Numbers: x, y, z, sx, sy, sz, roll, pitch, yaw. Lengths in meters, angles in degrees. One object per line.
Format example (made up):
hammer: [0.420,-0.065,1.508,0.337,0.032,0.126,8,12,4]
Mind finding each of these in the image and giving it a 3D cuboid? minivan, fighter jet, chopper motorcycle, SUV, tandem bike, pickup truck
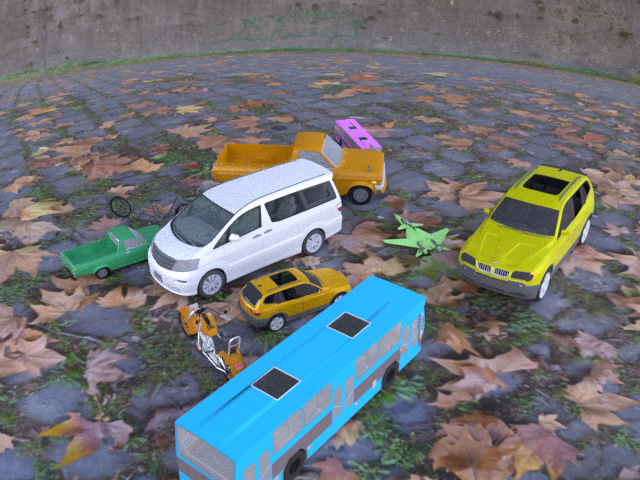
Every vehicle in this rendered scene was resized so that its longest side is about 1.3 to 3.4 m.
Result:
minivan: [-1.092,-0.239,10.408,3.011,1.197,1.324,-22,36,-34]
fighter jet: [1.507,-0.187,11.243,1.147,0.286,1.358,-10,31,-18]
chopper motorcycle: [-1.335,1.124,8.431,0.466,0.761,1.563,-19,34,-30]
SUV: [-0.322,0.691,9.385,1.572,0.580,0.656,-16,33,-27]
tandem bike: [-2.784,-0.613,11.596,1.642,0.682,0.283,7,30,12]
pickup truck: [-0.342,-1.373,12.629,3.117,0.993,1.244,3,30,5]
pickup truck: [-3.015,0.116,10.476,1.603,0.511,0.640,-20,35,-31]
SUV: [3.162,-0.224,10.451,1.276,1.128,3.058,19,34,30]

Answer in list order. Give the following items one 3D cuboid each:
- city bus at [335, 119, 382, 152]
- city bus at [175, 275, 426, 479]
city bus: [0.759,-1.955,14.206,0.476,0.460,1.674,-8,30,-14]
city bus: [-0.048,1.554,7.532,0.926,0.894,3.255,21,36,32]
